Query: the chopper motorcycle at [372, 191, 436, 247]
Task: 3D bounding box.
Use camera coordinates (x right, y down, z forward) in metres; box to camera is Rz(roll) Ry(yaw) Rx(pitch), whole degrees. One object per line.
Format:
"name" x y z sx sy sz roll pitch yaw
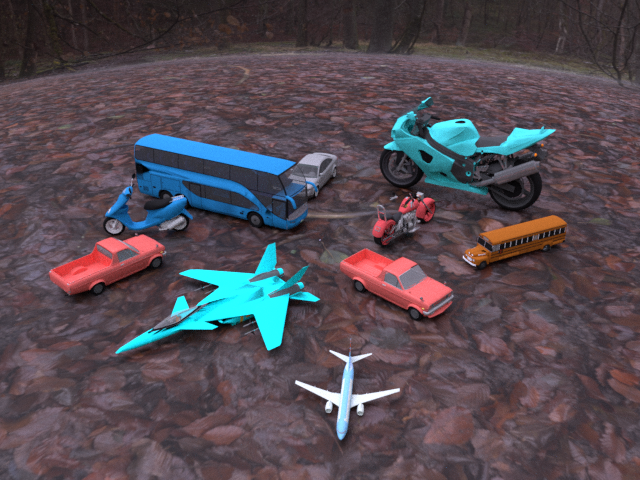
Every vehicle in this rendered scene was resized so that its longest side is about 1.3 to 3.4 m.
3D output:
"chopper motorcycle" 1.358 -0.432 11.005 0.466 0.761 1.563 23 36 35

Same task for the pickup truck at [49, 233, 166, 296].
"pickup truck" -2.983 0.301 9.922 0.640 0.511 1.603 24 37 37

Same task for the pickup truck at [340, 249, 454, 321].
"pickup truck" 1.020 0.527 9.507 1.603 0.511 0.640 25 37 38

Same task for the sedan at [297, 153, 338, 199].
"sedan" -0.161 -1.231 12.763 0.635 0.483 1.613 10 30 18

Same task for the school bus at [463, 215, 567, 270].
"school bus" 2.928 0.024 10.511 1.708 0.434 0.365 -13 31 -23

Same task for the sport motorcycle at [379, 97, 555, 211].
"sport motorcycle" 2.409 -1.444 11.990 2.955 1.596 0.983 14 31 23

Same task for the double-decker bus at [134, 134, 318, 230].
"double-decker bus" -1.648 -0.985 11.716 3.251 1.052 0.756 14 32 24

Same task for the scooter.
"scooter" -2.732 -0.519 11.000 1.399 0.919 0.662 -4 29 -7

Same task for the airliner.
"airliner" 0.285 1.608 7.608 1.161 0.429 1.307 3 29 6

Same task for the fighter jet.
"fighter jet" -1.388 0.804 8.949 2.640 0.557 2.229 -21 35 -33
